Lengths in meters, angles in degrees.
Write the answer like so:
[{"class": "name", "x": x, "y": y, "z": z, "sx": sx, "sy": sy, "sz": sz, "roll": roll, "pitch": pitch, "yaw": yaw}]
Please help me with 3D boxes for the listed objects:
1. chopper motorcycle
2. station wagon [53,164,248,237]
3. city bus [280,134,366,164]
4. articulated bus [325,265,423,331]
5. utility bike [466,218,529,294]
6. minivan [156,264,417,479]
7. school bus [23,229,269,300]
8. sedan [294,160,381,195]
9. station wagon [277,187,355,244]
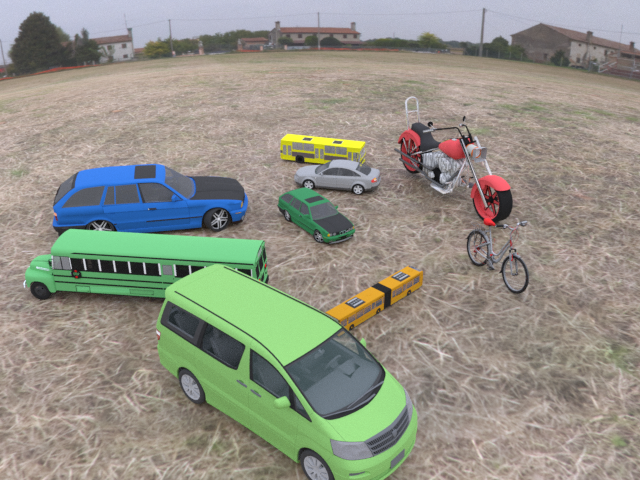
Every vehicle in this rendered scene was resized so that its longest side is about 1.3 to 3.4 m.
[{"class": "chopper motorcycle", "x": 2.320, "y": -1.460, "z": 12.327, "sx": 0.906, "sy": 1.480, "sz": 3.040, "roll": -13, "pitch": 30, "yaw": -24}, {"class": "station wagon", "x": -2.745, "y": -0.708, "z": 11.485, "sx": 3.105, "sy": 0.920, "sz": 1.327, "roll": -5, "pitch": 28, "yaw": -10}, {"class": "city bus", "x": 0.057, "y": -1.771, "z": 14.034, "sx": 1.674, "sy": 0.460, "sz": 0.476, "roll": 8, "pitch": 29, "yaw": 15}, {"class": "articulated bus", "x": 0.741, "y": 0.782, "z": 9.298, "sx": 0.311, "sy": 0.289, "sz": 1.749, "roll": 24, "pitch": 36, "yaw": 39}, {"class": "utility bike", "x": 2.544, "y": 0.096, "z": 9.907, "sx": 0.535, "sy": 0.946, "sz": 1.435, "roll": -12, "pitch": 30, "yaw": -22}, {"class": "minivan", "x": -0.403, "y": 1.316, "z": 7.283, "sx": 3.011, "sy": 1.197, "sz": 1.324, "roll": 22, "pitch": 35, "yaw": 36}, {"class": "school bus", "x": -2.391, "y": 0.377, "z": 9.477, "sx": 3.322, "sy": 0.844, "sz": 0.709, "roll": 3, "pitch": 28, "yaw": 6}, {"class": "sedan", "x": 0.318, "y": -1.211, "z": 12.929, "sx": 1.613, "sy": 0.483, "sz": 0.635, "roll": 6, "pitch": 28, "yaw": 12}, {"class": "station wagon", "x": -0.071, "y": -0.442, "z": 11.457, "sx": 0.682, "sy": 0.473, "sz": 1.597, "roll": -17, "pitch": 32, "yaw": -29}]
